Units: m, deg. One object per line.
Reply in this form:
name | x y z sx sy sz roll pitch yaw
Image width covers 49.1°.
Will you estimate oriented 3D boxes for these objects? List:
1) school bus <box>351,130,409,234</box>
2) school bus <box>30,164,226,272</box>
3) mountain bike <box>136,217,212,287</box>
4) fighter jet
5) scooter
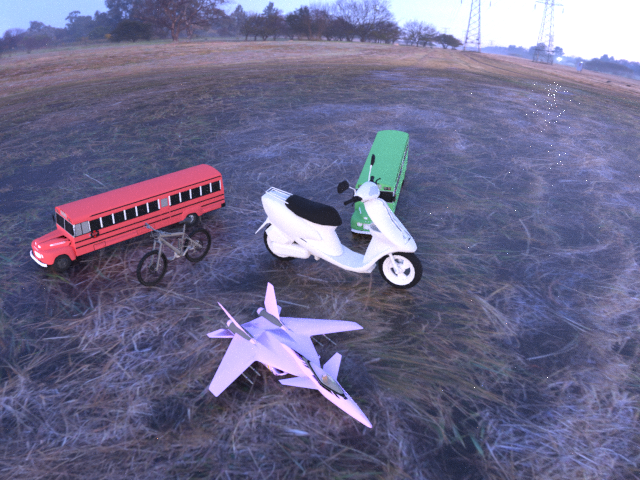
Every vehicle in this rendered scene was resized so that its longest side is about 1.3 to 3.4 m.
school bus | 1.142 -1.093 12.871 0.709 0.844 3.322 6 29 10
school bus | -3.138 -0.427 11.622 3.322 0.844 0.709 -23 35 -36
mountain bike | -2.199 0.113 10.582 0.573 0.868 1.469 20 34 33
fighter jet | -0.238 1.404 8.487 2.229 0.557 2.640 -20 34 -32
scooter | 0.249 -0.288 10.358 2.721 1.786 1.288 13 31 22
